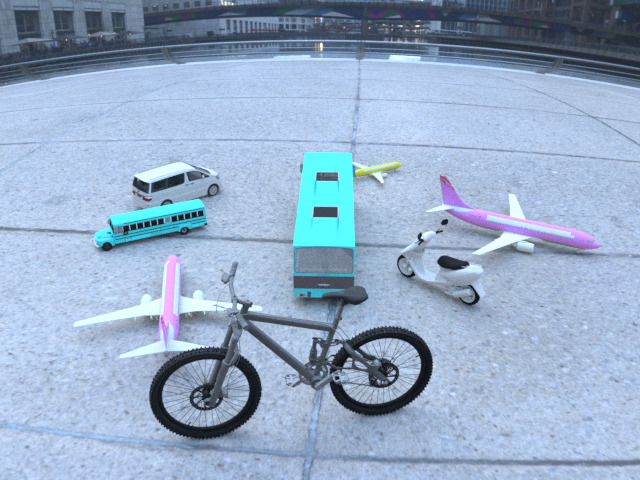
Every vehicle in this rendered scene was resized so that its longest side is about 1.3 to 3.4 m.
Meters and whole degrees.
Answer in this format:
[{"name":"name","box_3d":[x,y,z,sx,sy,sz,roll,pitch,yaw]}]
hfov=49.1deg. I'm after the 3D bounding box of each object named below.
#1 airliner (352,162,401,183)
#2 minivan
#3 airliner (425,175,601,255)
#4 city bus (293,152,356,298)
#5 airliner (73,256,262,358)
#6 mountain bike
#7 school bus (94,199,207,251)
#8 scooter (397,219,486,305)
[{"name":"airliner","box_3d":[0.964,-1.369,12.842,1.307,0.429,1.161,-15,32,-25]},{"name":"minivan","box_3d":[-2.409,-0.971,11.913,1.548,0.616,0.681,-24,37,-37]},{"name":"airliner","box_3d":[2.957,-0.384,10.598,2.541,0.835,2.257,13,31,23]},{"name":"city bus","box_3d":[0.094,-0.290,10.364,0.926,0.894,3.255,1,28,1]},{"name":"airliner","box_3d":[-1.883,0.636,8.718,2.257,0.835,2.541,-4,29,-8]},{"name":"mountain bike","box_3d":[-0.244,1.160,6.857,2.857,1.688,1.114,-5,29,-10]},{"name":"school bus","box_3d":[-2.610,-0.244,10.761,1.708,0.434,0.365,-13,31,-23]},{"name":"scooter","box_3d":[1.597,0.278,9.291,1.399,0.919,0.662,25,37,38]}]
